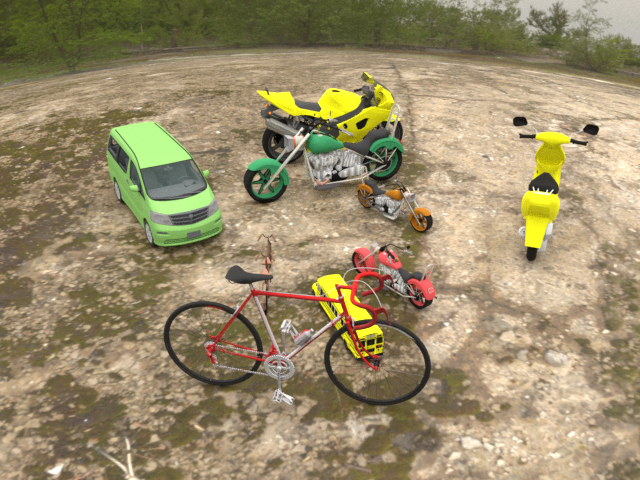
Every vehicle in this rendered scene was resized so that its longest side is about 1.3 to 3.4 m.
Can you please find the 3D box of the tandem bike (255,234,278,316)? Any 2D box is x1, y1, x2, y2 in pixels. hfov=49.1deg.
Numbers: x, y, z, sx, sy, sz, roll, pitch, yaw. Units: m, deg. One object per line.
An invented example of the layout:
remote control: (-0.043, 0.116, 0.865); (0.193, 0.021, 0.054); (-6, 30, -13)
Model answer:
tandem bike: (-0.739, 0.402, 9.752); (0.283, 0.682, 1.642); (0, 29, -1)

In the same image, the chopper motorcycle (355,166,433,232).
chopper motorcycle: (1.224, -0.686, 11.643); (1.563, 0.761, 0.466); (26, 38, 38)

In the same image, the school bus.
school bus: (0.315, 0.921, 9.068); (0.365, 0.434, 1.708); (-10, 30, -18)

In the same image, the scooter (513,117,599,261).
scooter: (3.545, -0.923, 11.013); (1.288, 1.786, 2.721); (10, 30, 18)

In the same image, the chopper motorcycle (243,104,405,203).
chopper motorcycle: (0.116, -1.554, 12.474); (3.040, 1.480, 0.906); (-11, 31, -18)

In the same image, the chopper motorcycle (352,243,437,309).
chopper motorcycle: (0.998, 0.379, 9.712); (0.466, 0.761, 1.563); (-21, 35, -33)

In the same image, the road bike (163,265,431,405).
road bike: (-0.294, 1.038, 7.591); (3.004, 1.656, 0.696); (5, 29, 9)

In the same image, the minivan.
minivan: (-2.672, -0.989, 11.742); (1.324, 1.197, 3.011); (-15, 32, -25)

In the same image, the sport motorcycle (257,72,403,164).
sport motorcycle: (0.247, -2.352, 13.800); (2.955, 1.596, 0.983); (-6, 30, -12)
